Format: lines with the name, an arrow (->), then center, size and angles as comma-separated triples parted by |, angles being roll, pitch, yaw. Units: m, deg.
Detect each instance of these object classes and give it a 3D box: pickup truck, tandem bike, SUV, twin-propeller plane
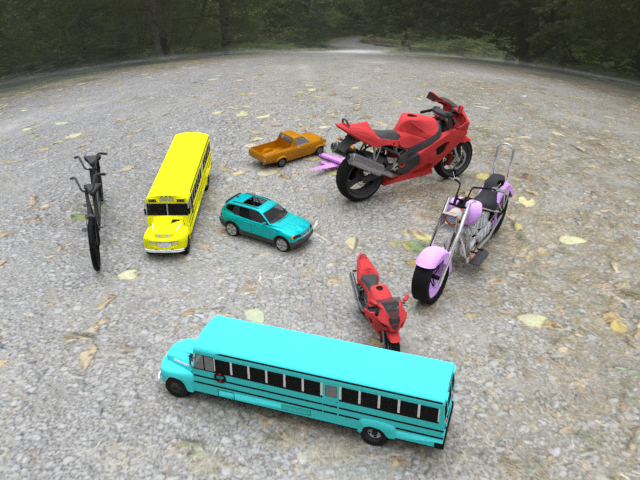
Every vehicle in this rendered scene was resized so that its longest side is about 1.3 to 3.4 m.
pickup truck -> -0.630, -1.880, 14.010 | 1.603, 0.511, 0.640 | -22, 36, -33
tandem bike -> -3.597, -0.734, 11.139 | 0.550, 1.326, 3.192 | -7, 30, -12
SUV -> -0.870, -0.326, 11.174 | 1.572, 0.580, 0.656 | 16, 33, 27
twin-propeller plane -> 0.356, -1.555, 13.538 | 1.095, 0.407, 1.370 | 26, 38, 38

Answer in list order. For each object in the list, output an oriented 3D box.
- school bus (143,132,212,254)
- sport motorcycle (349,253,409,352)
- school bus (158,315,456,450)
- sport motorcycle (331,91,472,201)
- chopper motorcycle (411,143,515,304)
school bus -> -2.367, -0.852, 11.841 | 0.709, 0.844, 3.322 | 0, 29, -1
sport motorcycle -> 0.730, 0.845, 8.846 | 0.506, 0.821, 1.520 | -7, 30, -12
school bus -> -0.225, 1.493, 7.668 | 3.322, 0.844, 0.709 | 9, 31, 16
sport motorcycle -> 1.552, -1.642, 12.479 | 2.955, 1.596, 0.983 | -14, 32, -24
chopper motorcycle -> 2.145, -0.301, 10.212 | 0.906, 1.480, 3.040 | 18, 34, 29
